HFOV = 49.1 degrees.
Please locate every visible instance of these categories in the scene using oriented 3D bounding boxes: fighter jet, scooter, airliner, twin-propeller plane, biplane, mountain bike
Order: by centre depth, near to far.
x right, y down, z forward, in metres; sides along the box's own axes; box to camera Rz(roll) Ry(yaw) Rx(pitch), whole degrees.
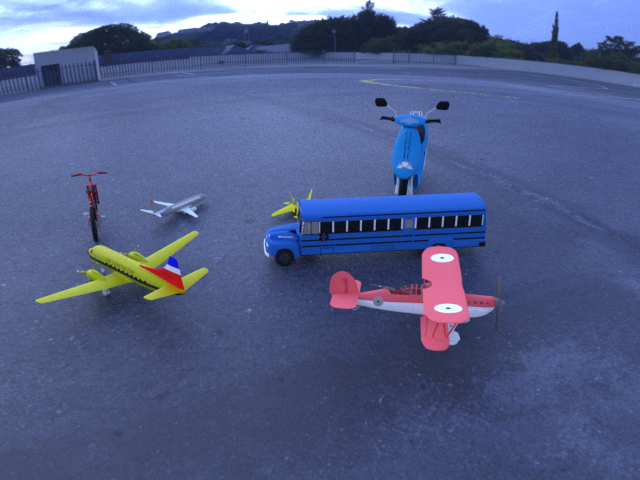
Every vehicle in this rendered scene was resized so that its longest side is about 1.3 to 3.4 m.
[{"bbox_3d":[1.172,0.711,8.560,2.120,0.981,2.598,3,26,7],"label":"biplane"},{"bbox_3d":[-2.558,0.328,9.564,2.129,0.792,2.663,20,32,35],"label":"twin-propeller plane"},{"bbox_3d":[-3.682,-0.582,11.349,0.573,0.868,1.469,-7,27,-14],"label":"mountain bike"},{"bbox_3d":[-0.233,-0.478,11.801,1.147,0.286,1.358,-4,26,-9],"label":"fighter jet"},{"bbox_3d":[-2.422,-0.672,12.035,1.161,0.429,1.307,18,31,32],"label":"airliner"},{"bbox_3d":[1.644,-1.745,12.690,1.288,1.786,2.721,5,26,11],"label":"scooter"}]

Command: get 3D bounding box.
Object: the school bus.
[{"bbox_3d":[0.809,-0.194,10.577,3.322,0.844,0.709,-3,26,-6],"label":"school bus"}]
